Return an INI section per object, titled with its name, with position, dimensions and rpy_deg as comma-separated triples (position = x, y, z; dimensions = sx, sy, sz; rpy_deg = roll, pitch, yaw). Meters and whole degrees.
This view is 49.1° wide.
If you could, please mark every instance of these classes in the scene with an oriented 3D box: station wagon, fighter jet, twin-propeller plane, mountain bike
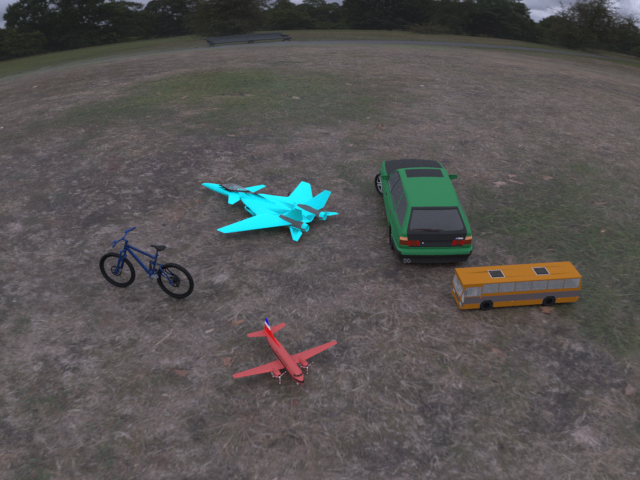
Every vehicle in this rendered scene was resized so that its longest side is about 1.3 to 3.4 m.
[station wagon]
position = 1.665, -0.719, 11.487
dimensions = 1.327, 0.920, 3.105
rpy_deg = -1, 30, -1
[fighter jet]
position = -1.078, -0.767, 11.931
dimensions = 2.640, 0.557, 2.229
rpy_deg = 20, 36, 31
[twin-propeller plane]
position = -0.449, 1.354, 8.452
dimensions = 1.370, 0.407, 1.095
rpy_deg = -15, 34, -24
[mountain bike]
position = -2.430, 0.359, 9.696
dimensions = 1.469, 0.868, 0.573
rpy_deg = 9, 32, 15

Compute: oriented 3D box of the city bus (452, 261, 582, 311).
[city bus]
position = 2.690, 0.638, 9.624
dimensions = 1.674, 0.460, 0.476
rpy_deg = -3, 30, -5
